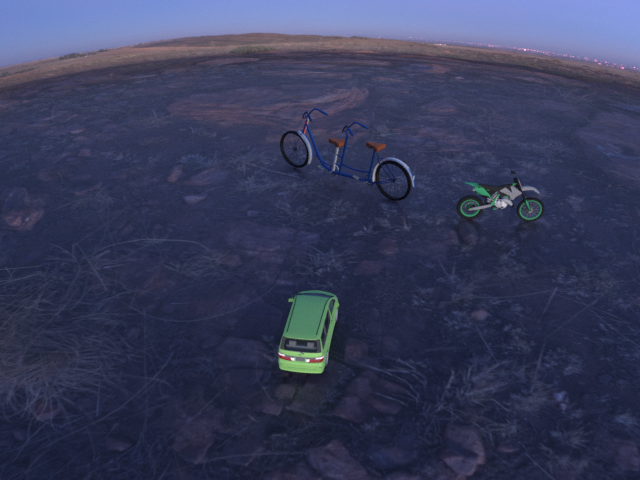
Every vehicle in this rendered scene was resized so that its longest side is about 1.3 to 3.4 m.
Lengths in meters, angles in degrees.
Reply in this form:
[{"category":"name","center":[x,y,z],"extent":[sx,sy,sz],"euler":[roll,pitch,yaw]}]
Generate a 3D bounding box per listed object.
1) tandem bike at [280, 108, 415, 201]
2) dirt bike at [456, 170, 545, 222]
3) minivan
[{"category":"tandem bike","center":[0.439,-1.668,13.207],"extent":[3.192,1.326,0.550],"euler":[22,36,33]},{"category":"dirt bike","center":[3.115,-0.713,12.009],"extent":[1.493,0.857,0.527],"euler":[3,30,5]},{"category":"minivan","center":[-0.126,1.076,9.121],"extent":[0.681,0.616,1.548],"euler":[4,30,7]}]
